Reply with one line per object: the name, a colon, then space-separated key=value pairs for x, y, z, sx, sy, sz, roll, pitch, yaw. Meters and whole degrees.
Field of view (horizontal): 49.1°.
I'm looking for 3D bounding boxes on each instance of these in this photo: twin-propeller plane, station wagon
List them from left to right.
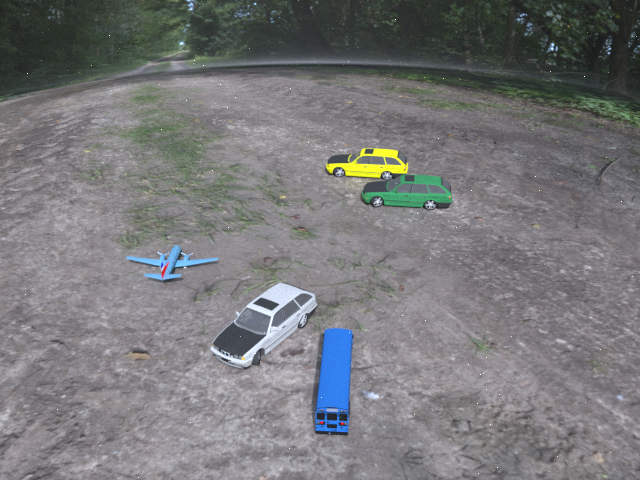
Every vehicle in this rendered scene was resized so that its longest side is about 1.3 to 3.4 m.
twin-propeller plane: x=-2.195 y=0.287 z=10.278 sx=1.370 sy=0.407 sz=1.095 roll=1 pitch=27 yaw=2
station wagon: x=-0.690 y=1.014 z=8.803 sx=0.682 sy=0.473 sz=1.597 roll=17 pitch=32 yaw=29
station wagon: x=0.920 y=-1.520 z=13.698 sx=1.597 sy=0.473 sz=0.682 roll=4 pitch=28 yaw=8
station wagon: x=1.549 y=-0.890 z=12.480 sx=1.597 sy=0.473 sz=0.682 roll=3 pitch=28 yaw=6

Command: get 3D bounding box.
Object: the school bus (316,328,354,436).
school bus: x=0.180 y=1.499 z=7.907 sx=0.365 sy=0.434 sz=1.708 roll=2 pitch=27 yaw=4
